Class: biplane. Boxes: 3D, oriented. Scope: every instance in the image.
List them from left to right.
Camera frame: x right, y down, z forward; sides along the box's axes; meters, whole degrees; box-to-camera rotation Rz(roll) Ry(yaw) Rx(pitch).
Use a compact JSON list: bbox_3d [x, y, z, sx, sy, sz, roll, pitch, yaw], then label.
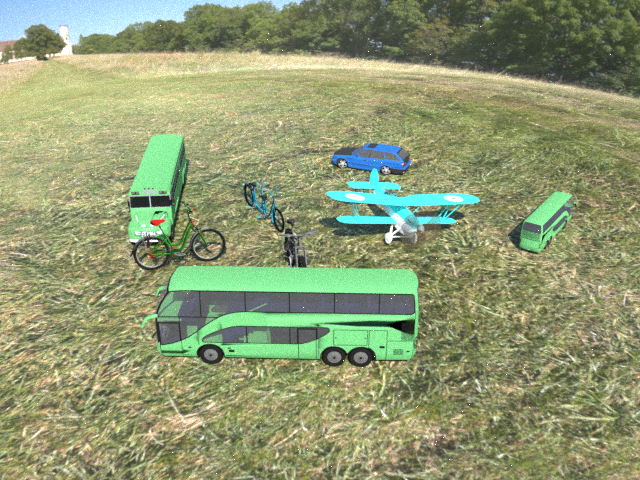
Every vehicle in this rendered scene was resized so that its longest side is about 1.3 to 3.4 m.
[{"bbox_3d":[1.244,-0.564,11.401,2.598,0.981,2.120,-9,28,-17],"label":"biplane"}]

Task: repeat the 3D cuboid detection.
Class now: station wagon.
[{"bbox_3d":[1.030,-1.699,14.212,1.597,0.473,0.682,11,29,20],"label":"station wagon"}]

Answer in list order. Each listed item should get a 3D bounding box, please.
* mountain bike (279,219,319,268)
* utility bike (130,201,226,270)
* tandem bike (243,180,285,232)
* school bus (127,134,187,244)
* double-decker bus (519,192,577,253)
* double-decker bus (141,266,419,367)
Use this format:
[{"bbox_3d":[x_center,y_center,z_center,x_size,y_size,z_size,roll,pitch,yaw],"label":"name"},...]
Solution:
[{"bbox_3d":[-0.351,0.165,10.082,0.573,0.868,1.469,-6,27,-12],"label":"mountain bike"},{"bbox_3d":[-2.142,-0.067,10.456,1.435,0.946,0.535,-9,28,-16],"label":"utility bike"},{"bbox_3d":[-0.981,-0.694,11.991,0.283,0.682,1.642,-14,30,-25],"label":"tandem bike"},{"bbox_3d":[-2.827,-0.949,12.315,0.709,0.844,3.322,-2,27,-5],"label":"school bus"},{"bbox_3d":[3.727,-0.323,11.413,0.389,0.541,1.672,18,32,31],"label":"double-decker bus"},{"bbox_3d":[-0.448,0.892,8.440,3.251,1.052,0.756,1,27,2],"label":"double-decker bus"}]
